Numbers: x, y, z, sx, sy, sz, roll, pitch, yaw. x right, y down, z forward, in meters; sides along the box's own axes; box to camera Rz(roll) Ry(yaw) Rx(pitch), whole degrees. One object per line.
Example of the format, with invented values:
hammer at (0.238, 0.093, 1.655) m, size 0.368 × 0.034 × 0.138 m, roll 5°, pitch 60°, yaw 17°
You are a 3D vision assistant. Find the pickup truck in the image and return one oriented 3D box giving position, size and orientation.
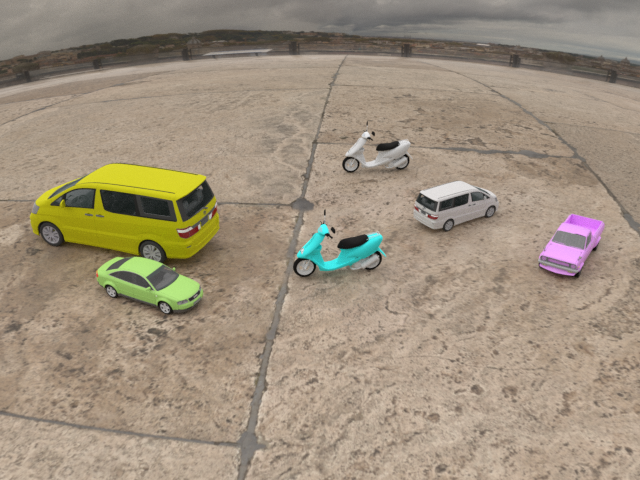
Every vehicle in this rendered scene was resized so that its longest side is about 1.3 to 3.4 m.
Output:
pickup truck at (3.889, 0.014, 10.756) m, size 0.640 × 0.511 × 1.603 m, roll 18°, pitch 34°, yaw 29°

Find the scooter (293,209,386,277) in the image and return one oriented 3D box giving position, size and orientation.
scooter at (0.291, 0.083, 10.210) m, size 1.399 × 0.919 × 0.662 m, roll -6°, pitch 29°, yaw -10°

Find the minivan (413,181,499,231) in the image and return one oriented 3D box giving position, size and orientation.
minivan at (2.336, -0.642, 11.830) m, size 1.548 × 0.616 × 0.681 m, roll -17°, pitch 33°, yaw -28°

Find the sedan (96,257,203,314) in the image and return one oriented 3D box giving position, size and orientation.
sedan at (-2.385, 0.570, 9.779) m, size 1.613 × 0.483 × 0.635 m, roll 13°, pitch 32°, yaw 23°

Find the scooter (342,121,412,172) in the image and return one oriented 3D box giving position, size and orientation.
scooter at (1.122, -1.766, 13.547) m, size 1.399 × 0.919 × 0.662 m, roll -4°, pitch 29°, yaw -7°

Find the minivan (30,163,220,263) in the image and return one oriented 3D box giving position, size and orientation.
minivan at (-3.134, -0.520, 11.011) m, size 3.011 × 1.197 × 1.324 m, roll 10°, pitch 30°, yaw 17°
